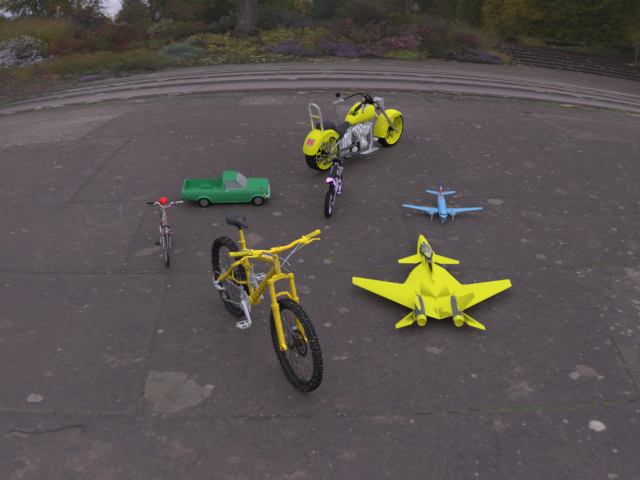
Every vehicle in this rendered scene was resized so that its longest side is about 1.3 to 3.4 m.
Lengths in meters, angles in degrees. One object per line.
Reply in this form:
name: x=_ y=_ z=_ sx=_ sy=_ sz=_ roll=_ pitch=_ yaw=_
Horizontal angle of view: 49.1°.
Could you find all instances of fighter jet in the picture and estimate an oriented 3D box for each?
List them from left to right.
fighter jet: x=1.583 y=0.372 z=10.036 sx=2.229 sy=0.557 sz=2.640 roll=1 pitch=27 yaw=2

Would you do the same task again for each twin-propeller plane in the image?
twin-propeller plane: x=2.125 y=-0.647 z=12.186 sx=1.370 sy=0.407 sz=1.095 roll=2 pitch=27 yaw=5

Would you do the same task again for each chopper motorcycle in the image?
chopper motorcycle: x=0.767 y=-2.365 z=14.361 sx=0.906 sy=1.480 sz=3.040 roll=22 pitch=34 yaw=36

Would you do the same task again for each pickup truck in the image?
pickup truck: x=-1.695 y=-0.949 z=12.661 sx=1.603 sy=0.511 sz=0.640 roll=-2 pitch=27 yaw=-4

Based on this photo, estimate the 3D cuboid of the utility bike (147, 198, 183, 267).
utility bike: x=-2.364 y=-0.249 z=10.821 sx=0.535 sy=0.946 sz=1.435 roll=-7 pitch=28 yaw=-13

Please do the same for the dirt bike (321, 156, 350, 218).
dirt bike: x=0.246 y=-1.024 z=12.429 sx=0.527 sy=0.857 sz=1.493 roll=5 pitch=28 yaw=10

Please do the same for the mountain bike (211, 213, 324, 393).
mountain bike: x=-0.733 y=0.568 z=8.415 sx=1.114 sy=1.688 sz=2.857 roll=-15 pitch=31 yaw=-27
